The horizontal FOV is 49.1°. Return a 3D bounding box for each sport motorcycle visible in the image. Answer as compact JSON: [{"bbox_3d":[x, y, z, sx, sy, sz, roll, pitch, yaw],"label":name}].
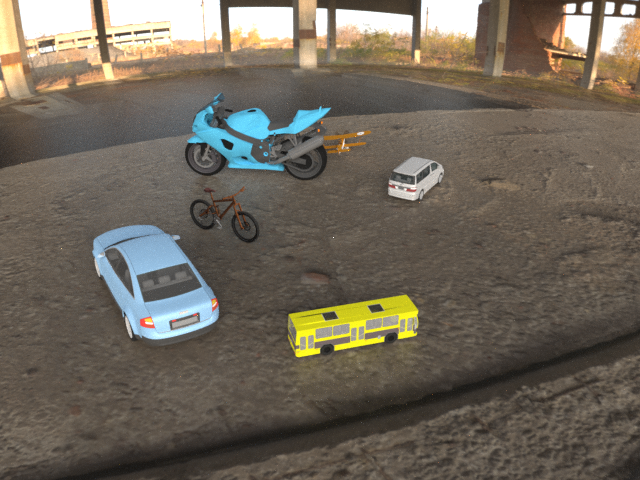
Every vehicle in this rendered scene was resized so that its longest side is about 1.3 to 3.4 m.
[{"bbox_3d":[-1.261,-1.982,13.870,2.955,1.596,0.983,3,28,5],"label":"sport motorcycle"}]

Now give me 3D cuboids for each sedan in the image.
[{"bbox_3d":[-2.447,0.424,10.036,1.235,0.940,3.137,-15,31,-25],"label":"sedan"}]

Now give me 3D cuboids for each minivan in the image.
[{"bbox_3d":[1.889,-1.264,13.562,0.681,0.616,1.548,16,32,27],"label":"minivan"}]

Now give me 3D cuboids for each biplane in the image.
[{"bbox_3d":[0.427,-2.079,15.217,1.336,0.504,1.090,3,28,6],"label":"biplane"}]

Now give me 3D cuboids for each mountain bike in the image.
[{"bbox_3d":[-1.631,-0.463,11.783,1.469,0.868,0.573,16,32,28],"label":"mountain bike"}]

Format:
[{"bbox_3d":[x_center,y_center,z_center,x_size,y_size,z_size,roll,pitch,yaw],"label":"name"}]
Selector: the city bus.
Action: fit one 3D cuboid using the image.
[{"bbox_3d":[0.438,1.139,9.199,1.674,0.460,0.476,-8,29,-15],"label":"city bus"}]
